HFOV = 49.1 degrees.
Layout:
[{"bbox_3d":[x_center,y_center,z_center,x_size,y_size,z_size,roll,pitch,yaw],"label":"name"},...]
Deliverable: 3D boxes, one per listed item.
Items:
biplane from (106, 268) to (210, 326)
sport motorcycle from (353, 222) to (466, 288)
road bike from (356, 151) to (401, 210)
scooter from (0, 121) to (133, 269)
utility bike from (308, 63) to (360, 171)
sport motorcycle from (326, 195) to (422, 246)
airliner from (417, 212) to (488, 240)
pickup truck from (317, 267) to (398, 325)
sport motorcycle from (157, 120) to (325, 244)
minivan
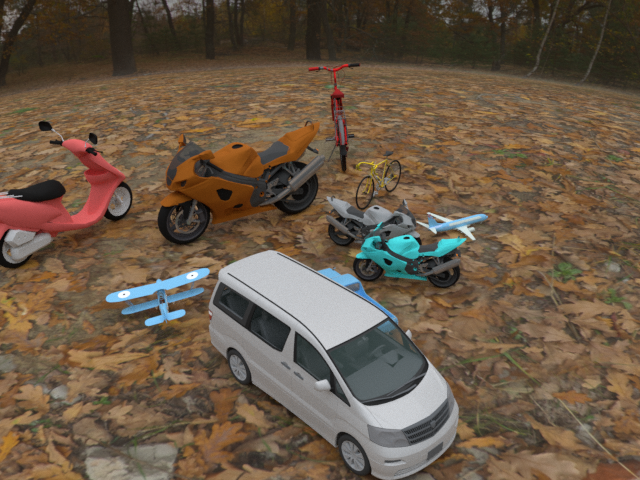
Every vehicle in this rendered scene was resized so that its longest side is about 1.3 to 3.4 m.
[{"bbox_3d":[-2.039,0.778,8.957,1.336,0.504,1.090,-8,28,-15],"label":"biplane"},{"bbox_3d":[1.212,0.247,9.657,1.520,0.821,0.506,4,27,9],"label":"sport motorcycle"},{"bbox_3d":[1.047,-1.097,12.283,0.358,0.852,1.545,18,32,31],"label":"road bike"},{"bbox_3d":[-3.931,-0.763,10.586,1.288,1.786,2.721,16,31,29],"label":"scooter"},{"bbox_3d":[0.295,-2.549,14.062,1.039,1.839,2.791,-1,27,-2],"label":"utility bike"},{"bbox_3d":[0.807,-0.208,10.558,1.520,0.821,0.506,10,29,20],"label":"sport motorcycle"},{"bbox_3d":[2.219,-0.346,11.265,1.307,0.429,1.161,-15,30,-27],"label":"airliner"},{"bbox_3d":[0.307,0.771,8.964,0.640,0.511,1.603,-16,31,-28],"label":"pickup truck"},{"bbox_3d":[-1.226,-0.942,11.151,2.955,1.596,0.983,-17,32,-31],"label":"sport motorcycle"},{"bbox_3d":[0.066,1.187,7.379,1.324,1.197,3.011,-22,34,-37],"label":"minivan"}]
